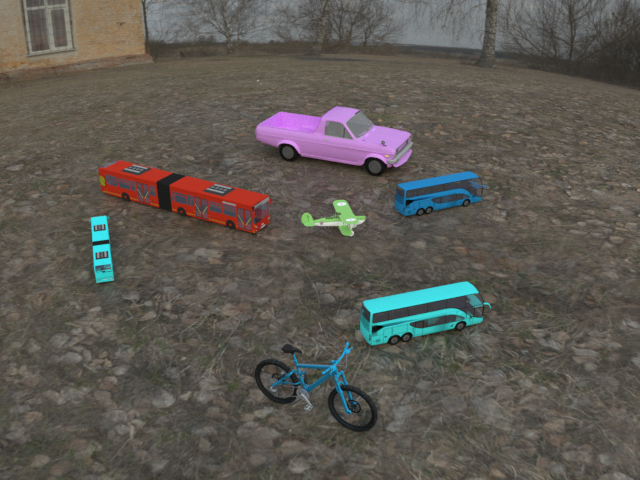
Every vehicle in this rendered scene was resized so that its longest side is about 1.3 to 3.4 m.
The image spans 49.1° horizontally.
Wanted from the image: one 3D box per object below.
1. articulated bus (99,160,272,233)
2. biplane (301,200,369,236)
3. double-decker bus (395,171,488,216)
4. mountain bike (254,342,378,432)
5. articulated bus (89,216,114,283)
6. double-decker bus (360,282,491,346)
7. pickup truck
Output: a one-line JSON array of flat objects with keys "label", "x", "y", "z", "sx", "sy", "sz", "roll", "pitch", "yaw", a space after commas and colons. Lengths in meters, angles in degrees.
[{"label": "articulated bus", "x": -2.374, "y": -0.782, "z": 12.024, "sx": 3.401, "sy": 0.561, "sz": 0.605, "roll": 15, "pitch": 31, "yaw": 26}, {"label": "biplane", "x": 0.245, "y": -0.318, "z": 11.204, "sx": 1.090, "sy": 0.504, "sz": 1.336, "roll": -3, "pitch": 28, "yaw": -7}, {"label": "double-decker bus", "x": 2.089, "y": -0.808, "z": 12.096, "sx": 1.672, "sy": 0.541, "sz": 0.389, "roll": -12, "pitch": 30, "yaw": -21}, {"label": "mountain bike", "x": -0.067, "y": 1.505, "z": 7.345, "sx": 1.469, "sy": 0.868, "sz": 0.573, "roll": 14, "pitch": 31, "yaw": 25}, {"label": "articulated bus", "x": -3.306, "y": 0.111, "z": 10.619, "sx": 0.311, "sy": 0.289, "sz": 1.749, "roll": -8, "pitch": 29, "yaw": -16}, {"label": "double-decker bus", "x": 1.323, "y": 0.914, "z": 8.821, "sx": 1.672, "sy": 0.541, "sz": 0.389, "roll": -9, "pitch": 29, "yaw": -17}, {"label": "pickup truck", "x": 0.276, "y": -2.120, "z": 14.107, "sx": 3.117, "sy": 0.993, "sz": 1.244, "roll": 12, "pitch": 30, "yaw": 22}]
